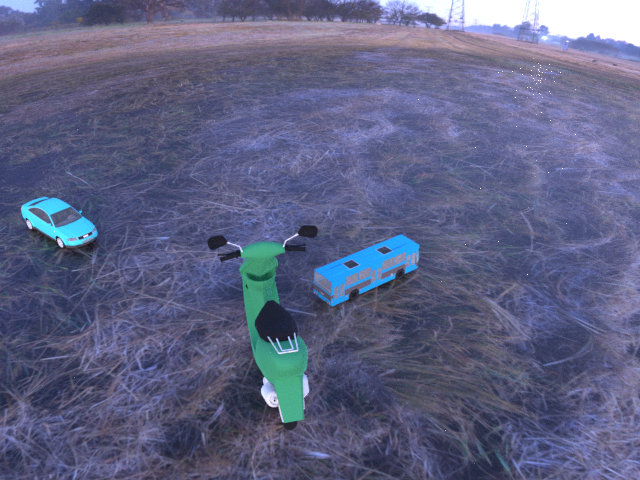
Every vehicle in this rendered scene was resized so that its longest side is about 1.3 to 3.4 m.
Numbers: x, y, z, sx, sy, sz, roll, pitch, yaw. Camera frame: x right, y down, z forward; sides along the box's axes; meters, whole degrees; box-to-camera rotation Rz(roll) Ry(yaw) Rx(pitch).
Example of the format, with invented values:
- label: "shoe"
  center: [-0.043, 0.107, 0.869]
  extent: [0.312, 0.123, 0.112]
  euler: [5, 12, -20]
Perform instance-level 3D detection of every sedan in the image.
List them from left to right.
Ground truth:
- label: "sedan"
  center: [-4.288, -0.342, 11.481]
  extent: [1.613, 0.483, 0.635]
  euler: [24, 38, 34]

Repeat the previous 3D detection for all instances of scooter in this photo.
- label: "scooter"
  center: [-0.582, 0.820, 8.223]
  extent: [1.288, 1.786, 2.721]
  euler: [-7, 31, -11]

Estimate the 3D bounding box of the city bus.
- label: "city bus"
  center: [0.695, 0.442, 10.173]
  extent: [1.674, 0.460, 0.476]
  euler: [-21, 36, -31]
